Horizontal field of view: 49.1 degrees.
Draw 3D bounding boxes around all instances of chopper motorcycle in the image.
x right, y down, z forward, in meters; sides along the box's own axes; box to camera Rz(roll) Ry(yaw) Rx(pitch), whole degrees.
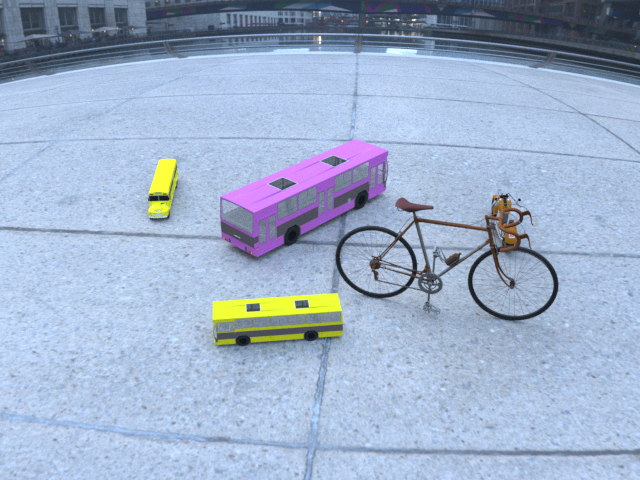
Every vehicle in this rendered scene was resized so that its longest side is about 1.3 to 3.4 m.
[{"bbox_3d":[2.996,-0.435,11.391,0.466,0.761,1.563,2,30,3],"label":"chopper motorcycle"}]

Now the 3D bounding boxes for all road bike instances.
[{"bbox_3d":[1.658,0.235,9.357,3.004,1.656,0.696,9,31,14],"label":"road bike"}]

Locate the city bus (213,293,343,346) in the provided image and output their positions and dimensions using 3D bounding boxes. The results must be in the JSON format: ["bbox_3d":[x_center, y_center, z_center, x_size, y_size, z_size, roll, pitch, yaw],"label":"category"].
[{"bbox_3d":[-0.555,1.048,9.152,1.674,0.460,0.476,-3,30,-6],"label":"city bus"}]

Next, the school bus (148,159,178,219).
[{"bbox_3d":[-2.807,-0.920,12.546,0.365,0.434,1.708,-2,30,-4],"label":"school bus"}]

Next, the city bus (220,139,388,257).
[{"bbox_3d":[-0.169,-0.743,11.786,0.926,0.894,3.255,25,39,36],"label":"city bus"}]
